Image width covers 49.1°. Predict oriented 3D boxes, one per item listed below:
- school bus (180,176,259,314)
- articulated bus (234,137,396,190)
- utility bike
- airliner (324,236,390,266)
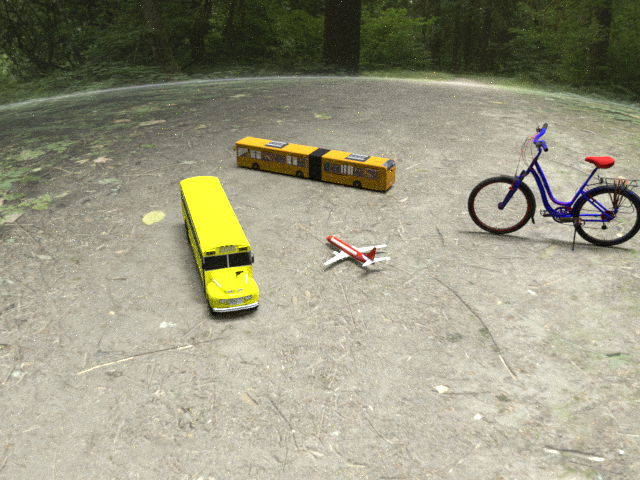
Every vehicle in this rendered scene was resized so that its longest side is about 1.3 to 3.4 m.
[{"bbox_3d":[-1.557,-0.009,10.456,0.709,0.844,3.322,-7,27,-15],"label":"school bus"},{"bbox_3d":[-0.160,-1.545,13.995,3.401,0.561,0.605,12,28,24],"label":"articulated bus"},{"bbox_3d":[3.737,-0.762,10.877,2.791,1.839,1.039,7,26,14],"label":"utility bike"},{"bbox_3d":[0.471,0.084,10.742,1.161,0.429,1.307,-16,30,-30],"label":"airliner"}]
